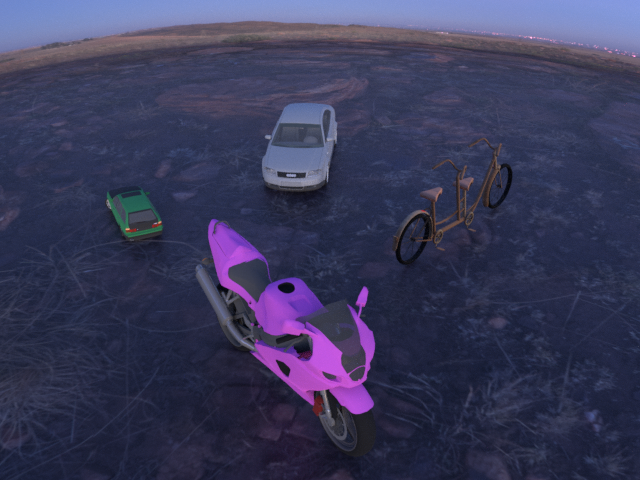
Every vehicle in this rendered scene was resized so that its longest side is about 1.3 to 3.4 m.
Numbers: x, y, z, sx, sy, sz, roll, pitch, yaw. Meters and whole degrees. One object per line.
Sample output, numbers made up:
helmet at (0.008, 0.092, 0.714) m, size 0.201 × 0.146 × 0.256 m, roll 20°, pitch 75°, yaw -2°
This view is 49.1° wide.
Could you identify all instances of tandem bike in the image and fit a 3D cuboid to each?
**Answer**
tandem bike at (2.092, -0.666, 10.522) m, size 0.550 × 1.326 × 3.192 m, roll 25°, pitch 38°, yaw 36°

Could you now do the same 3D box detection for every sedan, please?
sedan at (-0.339, -1.879, 12.996) m, size 1.235 × 0.940 × 3.137 m, roll 3°, pitch 30°, yaw 5°

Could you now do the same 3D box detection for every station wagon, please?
station wagon at (-2.980, -0.531, 11.138) m, size 0.682 × 0.473 × 1.597 m, roll -14°, pitch 33°, yaw -22°

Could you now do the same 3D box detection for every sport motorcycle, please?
sport motorcycle at (-0.379, 0.966, 7.440) m, size 0.983 × 1.596 × 2.955 m, roll -20°, pitch 36°, yaw -30°
